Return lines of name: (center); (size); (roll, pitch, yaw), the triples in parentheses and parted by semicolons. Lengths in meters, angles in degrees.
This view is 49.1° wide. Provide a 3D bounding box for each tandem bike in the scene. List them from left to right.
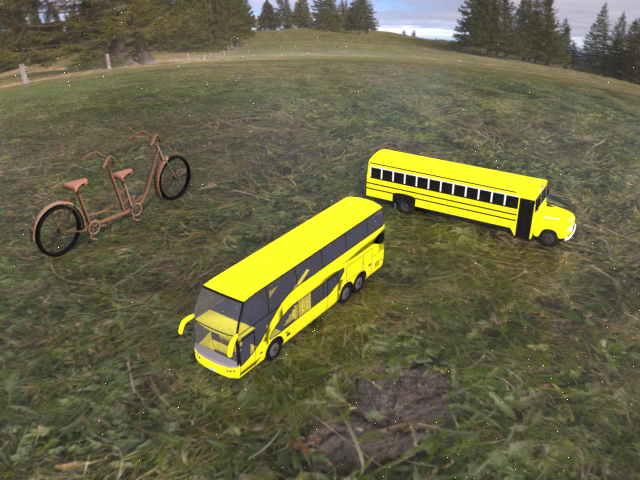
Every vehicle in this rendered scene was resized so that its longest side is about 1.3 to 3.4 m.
tandem bike: (-3.125, -0.818, 10.766); (0.550, 1.326, 3.192); (17, 32, 29)

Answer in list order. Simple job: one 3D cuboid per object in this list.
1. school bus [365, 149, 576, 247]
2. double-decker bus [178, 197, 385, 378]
school bus: (2.355, -0.716, 11.090); (3.322, 0.844, 0.709); (15, 31, 26)
double-decker bus: (-0.289, 0.497, 8.549); (0.756, 1.052, 3.251); (18, 33, 31)
